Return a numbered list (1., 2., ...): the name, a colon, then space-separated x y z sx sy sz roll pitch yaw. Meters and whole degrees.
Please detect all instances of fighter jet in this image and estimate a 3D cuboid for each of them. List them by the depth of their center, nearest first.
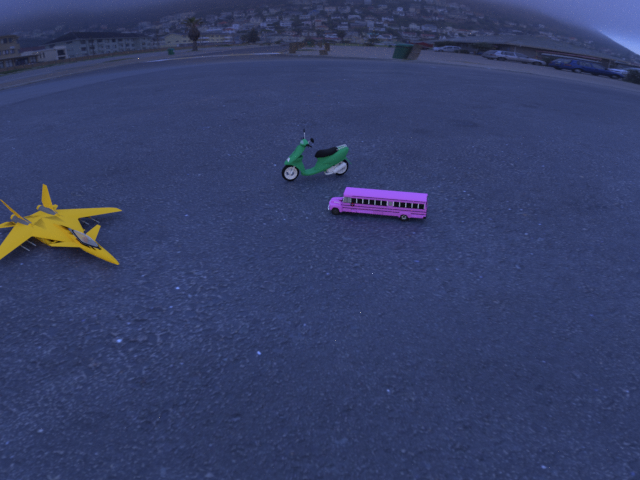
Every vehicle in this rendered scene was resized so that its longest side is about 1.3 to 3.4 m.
1. fighter jet: -4.016 -0.186 11.119 2.640 0.557 2.229 22 35 34

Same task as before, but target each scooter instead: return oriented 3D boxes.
1. scooter: -0.063 -1.618 13.406 1.399 0.919 0.662 -8 29 -14

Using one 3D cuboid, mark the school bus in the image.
1. school bus: 0.992 -0.630 12.077 1.708 0.434 0.365 6 29 10
